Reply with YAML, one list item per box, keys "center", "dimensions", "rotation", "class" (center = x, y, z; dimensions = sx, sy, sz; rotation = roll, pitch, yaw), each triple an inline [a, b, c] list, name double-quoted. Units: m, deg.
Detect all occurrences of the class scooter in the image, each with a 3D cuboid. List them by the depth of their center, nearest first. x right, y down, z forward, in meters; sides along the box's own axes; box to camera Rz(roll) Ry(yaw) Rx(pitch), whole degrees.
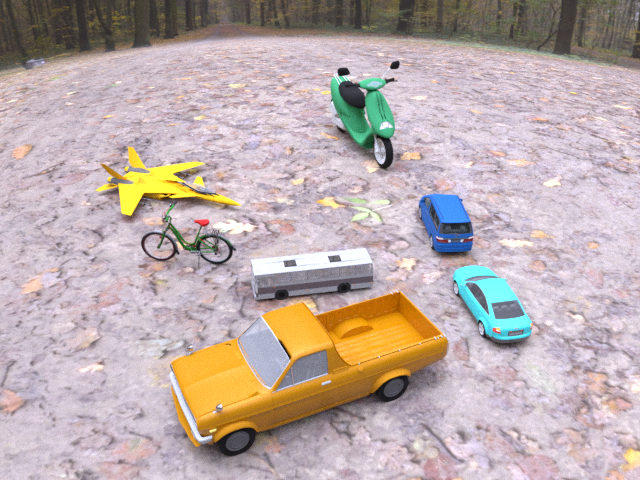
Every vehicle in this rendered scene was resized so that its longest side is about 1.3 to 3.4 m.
- center: [0.804, -2.656, 13.740]
  dimensions: [1.288, 1.786, 2.721]
  rotation: [-12, 33, -19]
  class: "scooter"

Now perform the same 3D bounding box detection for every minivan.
- center: [1.978, -0.379, 11.095]
  dimensions: [0.681, 0.616, 1.548]
  rotation: [-2, 31, -3]
  class: "minivan"

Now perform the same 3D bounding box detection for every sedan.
- center: [2.269, 0.763, 9.328]
  dimensions: [0.635, 0.483, 1.613]
  rotation: [-6, 32, -10]
  class: "sedan"

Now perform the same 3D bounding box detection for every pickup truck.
- center: [-0.106, 1.316, 7.916]
  dimensions: [3.117, 0.993, 1.244]
  rotation: [-14, 34, -22]
  class: "pickup truck"

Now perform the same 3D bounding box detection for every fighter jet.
- center: [-2.526, -1.014, 12.205]
  dimensions: [2.640, 0.557, 2.229]
  rotation: [14, 34, 21]
  class: "fighter jet"

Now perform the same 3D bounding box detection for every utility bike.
- center: [-1.948, -0.031, 10.197]
  dimensions: [1.435, 0.946, 0.535]
  rotation: [3, 31, 5]
  class: "utility bike"

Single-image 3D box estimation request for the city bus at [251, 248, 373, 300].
- center: [-0.113, 0.488, 9.807]
  dimensions: [1.674, 0.460, 0.476]
  rotation: [-6, 32, -9]
  class: "city bus"
